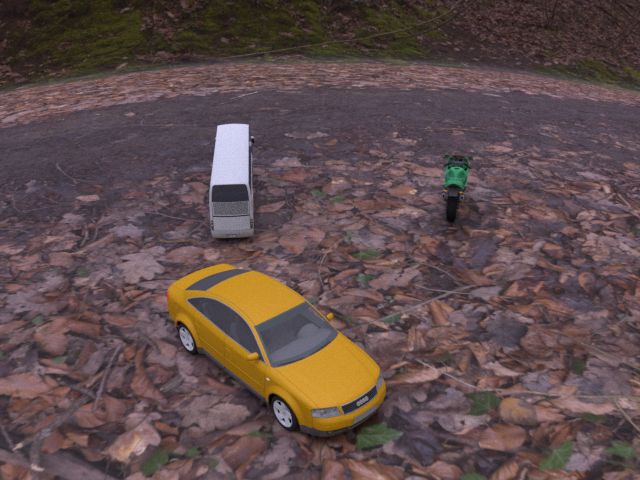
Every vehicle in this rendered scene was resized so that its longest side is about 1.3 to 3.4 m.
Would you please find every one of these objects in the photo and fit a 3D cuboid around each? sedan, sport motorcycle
[{"bbox_3d":[-0.589,1.071,8.059,1.235,0.940,3.137,-23,35,-37],"label":"sedan"},{"bbox_3d":[2.315,-0.928,11.989,0.506,0.821,1.520,6,28,12],"label":"sport motorcycle"}]

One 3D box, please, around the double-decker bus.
[{"bbox_3d":[-1.500,-1.125,12.115,0.756,1.052,3.251,-2,28,-5],"label":"double-decker bus"}]
